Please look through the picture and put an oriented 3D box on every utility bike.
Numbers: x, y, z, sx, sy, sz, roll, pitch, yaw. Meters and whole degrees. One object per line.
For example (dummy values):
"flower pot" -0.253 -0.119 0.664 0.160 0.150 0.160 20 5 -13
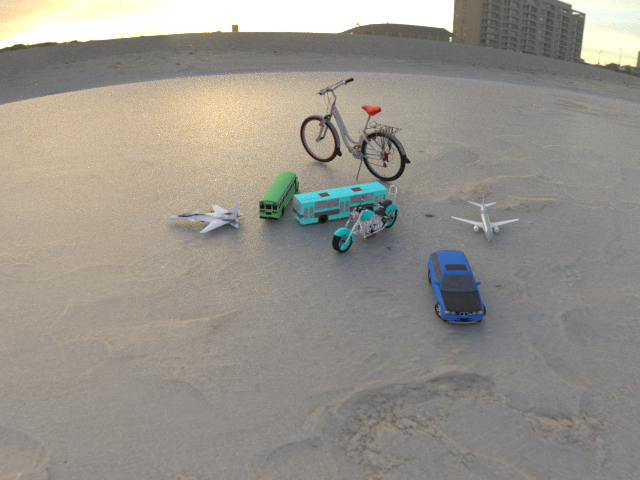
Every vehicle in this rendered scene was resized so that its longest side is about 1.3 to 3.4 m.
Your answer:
"utility bike" 0.590 -2.186 14.014 2.791 1.839 1.039 21 33 35

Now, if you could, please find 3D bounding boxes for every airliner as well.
"airliner" 2.866 -0.401 12.049 1.161 0.429 1.307 2 27 5

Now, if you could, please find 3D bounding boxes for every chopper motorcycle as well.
"chopper motorcycle" 0.770 -0.353 11.587 0.466 0.761 1.563 23 35 38

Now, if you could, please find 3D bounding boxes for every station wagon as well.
"station wagon" 1.927 0.611 10.003 0.682 0.473 1.597 0 27 0

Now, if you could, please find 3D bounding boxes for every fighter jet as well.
"fighter jet" -2.067 -0.446 12.295 1.358 0.286 1.147 1 27 2

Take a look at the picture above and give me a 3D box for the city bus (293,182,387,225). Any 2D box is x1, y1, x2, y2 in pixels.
"city bus" 0.369 -0.646 12.498 1.674 0.460 0.476 -11 29 -20

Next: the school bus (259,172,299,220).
"school bus" -0.728 -0.858 12.947 0.365 0.434 1.708 5 27 10
